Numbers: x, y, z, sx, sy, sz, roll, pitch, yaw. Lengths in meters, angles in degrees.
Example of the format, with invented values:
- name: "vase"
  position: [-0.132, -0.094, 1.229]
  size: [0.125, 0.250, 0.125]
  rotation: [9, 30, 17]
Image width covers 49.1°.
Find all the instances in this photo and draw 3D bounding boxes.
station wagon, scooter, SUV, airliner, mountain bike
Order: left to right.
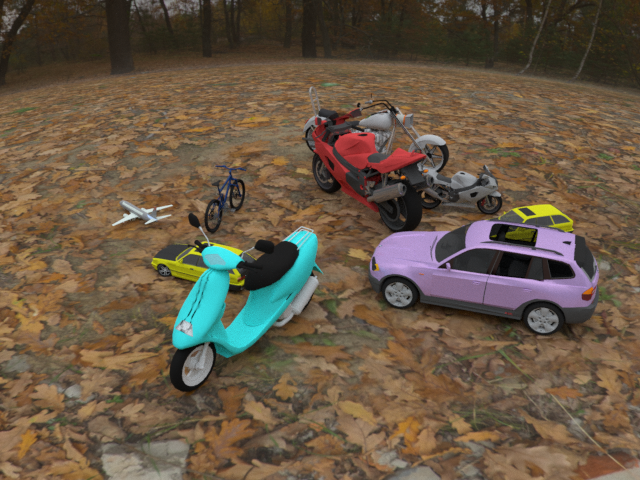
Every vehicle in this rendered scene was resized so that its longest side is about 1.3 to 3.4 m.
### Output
- name: "airliner"
  position: [-3.116, -0.560, 11.991]
  size: [1.161, 0.429, 1.307]
  rotation: [-24, 36, -38]
- name: "station wagon"
  position: [-1.712, 0.309, 10.279]
  size: [1.597, 0.473, 0.682]
  rotation: [12, 30, 21]
- name: "mountain bike"
  position: [-1.600, -0.733, 11.849]
  size: [0.573, 0.868, 1.469]
  rotation: [9, 29, 17]
- name: "scooter"
  position: [-0.837, 0.527, 8.444]
  size: [1.288, 1.786, 2.721]
  rotation: [19, 33, 32]
- name: "SUV"
  position: [2.195, 0.342, 9.508]
  size: [3.058, 1.128, 1.276]
  rotation: [9, 29, 17]
- name: "station wagon"
  position: [3.288, -0.247, 11.343]
  size: [1.597, 0.473, 0.682]
  rotation: [-8, 29, -14]

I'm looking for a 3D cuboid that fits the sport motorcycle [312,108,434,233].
- name: "sport motorcycle"
  position: [0.749, -1.219, 11.992]
  size: [0.983, 1.596, 2.955]
  rotation: [-18, 32, -30]

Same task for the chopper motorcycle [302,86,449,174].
- name: "chopper motorcycle"
  position: [1.082, -2.188, 13.974]
  size: [3.040, 1.480, 0.906]
  rotation: [11, 29, 20]

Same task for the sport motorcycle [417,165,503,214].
- name: "sport motorcycle"
  position: [2.417, -0.877, 12.175]
  size: [1.520, 0.821, 0.506]
  rotation: [6, 28, 12]
